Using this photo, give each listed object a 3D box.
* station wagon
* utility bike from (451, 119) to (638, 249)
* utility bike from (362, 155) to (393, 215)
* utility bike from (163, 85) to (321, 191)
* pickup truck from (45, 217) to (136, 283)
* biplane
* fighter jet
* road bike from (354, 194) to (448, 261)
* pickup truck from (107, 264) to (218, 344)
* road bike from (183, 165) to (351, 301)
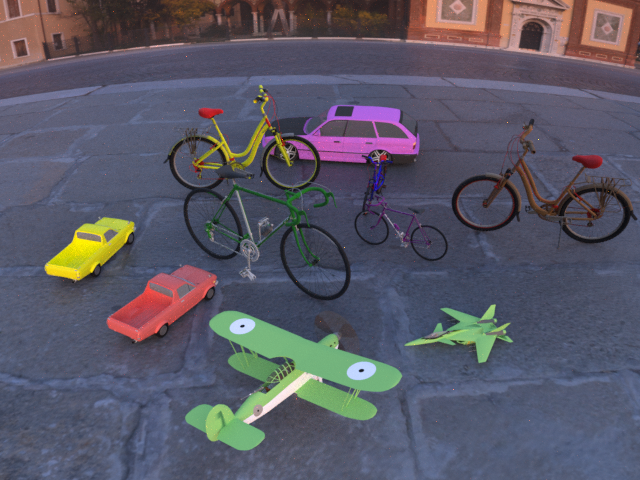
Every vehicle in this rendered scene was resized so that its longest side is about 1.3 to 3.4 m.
[{"bbox_3d":[0.406,-2.121,13.808,3.105,0.920,1.327,4,31,7],"label":"station wagon"},{"bbox_3d":[3.434,-0.760,10.599,2.791,1.839,1.039,7,31,11],"label":"utility bike"},{"bbox_3d":[1.004,-1.051,11.971,0.535,0.946,1.435,10,32,16],"label":"utility bike"},{"bbox_3d":[-1.379,-1.748,12.273,2.791,1.839,1.039,0,31,0],"label":"utility bike"},{"bbox_3d":[-3.408,0.077,10.488,0.640,0.511,1.603,9,32,15],"label":"pickup truck"},{"bbox_3d":[-0.454,1.529,7.563,2.598,0.981,2.120,22,37,33],"label":"biplane"},{"bbox_3d":[1.711,1.152,8.885,1.358,0.286,1.147,-8,31,-13],"label":"fighter jet"},{"bbox_3d":[1.213,-0.182,10.590,1.545,0.852,0.358,16,34,25],"label":"road bike"},{"bbox_3d":[-2.059,0.779,9.298,0.640,0.511,1.603,17,35,26],"label":"pickup truck"},{"bbox_3d":[-0.834,-0.177,9.792,3.004,1.656,0.696,19,36,29],"label":"road bike"}]
